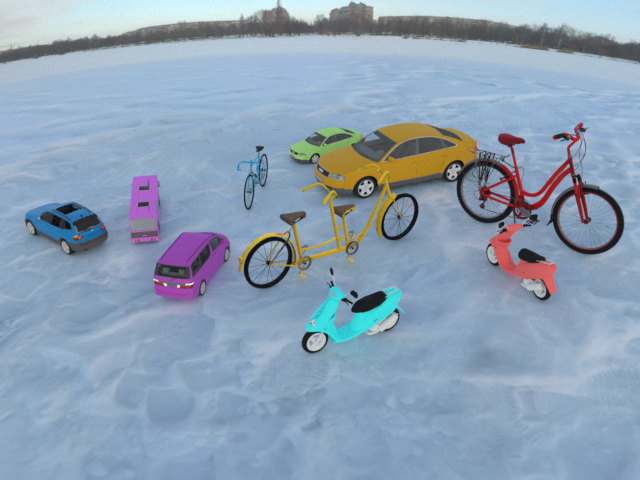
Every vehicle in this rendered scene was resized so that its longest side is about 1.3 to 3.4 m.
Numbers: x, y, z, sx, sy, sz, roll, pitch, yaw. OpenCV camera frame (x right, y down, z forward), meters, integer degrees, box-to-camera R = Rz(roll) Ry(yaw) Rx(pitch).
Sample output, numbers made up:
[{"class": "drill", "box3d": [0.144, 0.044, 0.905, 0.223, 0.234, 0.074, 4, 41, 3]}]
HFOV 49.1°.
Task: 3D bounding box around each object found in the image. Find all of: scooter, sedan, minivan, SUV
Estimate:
[{"class": "scooter", "box3d": [0.413, 0.827, 8.390, 1.399, 0.919, 0.662, -13, 31, -23]}, {"class": "sedan", "box3d": [0.119, -1.935, 13.927, 1.613, 0.483, 0.635, -19, 34, -31]}, {"class": "minivan", "box3d": [-1.759, 0.240, 9.788, 0.681, 0.616, 1.548, 6, 29, 12]}, {"class": "SUV", "box3d": [-3.936, -0.287, 10.794, 1.572, 0.580, 0.656, 22, 35, 34]}, {"class": "sedan", "box3d": [1.403, -1.557, 12.753, 3.137, 0.940, 1.235, -12, 31, -21]}, {"class": "scooter", "box3d": [2.757, 0.179, 9.582, 0.662, 0.919, 1.399, -13, 31, -22]}]

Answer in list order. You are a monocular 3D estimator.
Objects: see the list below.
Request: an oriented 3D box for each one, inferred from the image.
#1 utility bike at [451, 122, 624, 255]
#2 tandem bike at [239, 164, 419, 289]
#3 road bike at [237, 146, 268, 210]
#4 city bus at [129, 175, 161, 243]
[{"class": "utility bike", "box3d": [3.318, -0.930, 10.659, 2.791, 1.839, 1.039, 21, 35, 34]}, {"class": "tandem bike", "box3d": [0.226, -0.251, 9.947, 3.192, 1.326, 0.550, -19, 34, -31]}, {"class": "road bike", "box3d": [-1.101, -1.138, 12.075, 0.358, 0.852, 1.545, 5, 29, 9]}, {"class": "city bus", "box3d": [-2.821, -0.507, 11.324, 0.476, 0.460, 1.674, -5, 29, -10]}]
